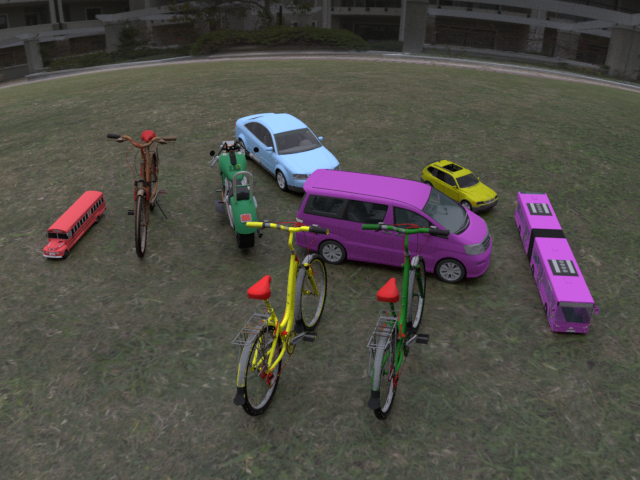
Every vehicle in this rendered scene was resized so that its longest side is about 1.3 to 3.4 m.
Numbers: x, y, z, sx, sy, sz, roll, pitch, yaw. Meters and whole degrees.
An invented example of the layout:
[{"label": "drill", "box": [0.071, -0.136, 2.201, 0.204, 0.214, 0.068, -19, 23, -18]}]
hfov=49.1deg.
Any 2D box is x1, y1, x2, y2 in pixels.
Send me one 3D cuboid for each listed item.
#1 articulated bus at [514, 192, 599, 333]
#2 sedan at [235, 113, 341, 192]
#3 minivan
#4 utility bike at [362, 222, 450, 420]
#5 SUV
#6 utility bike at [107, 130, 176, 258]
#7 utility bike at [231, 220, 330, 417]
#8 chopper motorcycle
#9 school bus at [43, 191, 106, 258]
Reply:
[{"label": "articulated bus", "box": [3.468, 0.213, 10.629, 0.605, 0.561, 3.401, 2, 30, 4]}, {"label": "sedan", "box": [-0.683, -1.882, 13.933, 1.235, 0.940, 3.137, -15, 33, -25]}, {"label": "minivan", "box": [1.157, -0.278, 10.850, 3.011, 1.197, 1.324, 9, 31, 15]}, {"label": "utility bike", "box": [0.890, 0.773, 8.350, 1.039, 1.839, 2.791, 9, 31, 16]}, {"label": "SUV", "box": [2.523, -1.002, 12.748, 0.656, 0.580, 1.572, -19, 35, -30]}, {"label": "utility bike", "box": [-2.780, -1.014, 11.496, 1.039, 1.839, 2.791, -3, 30, -6]}, {"label": "utility bike", "box": [-0.505, 0.748, 8.394, 1.039, 1.839, 2.791, 10, 31, 17]}, {"label": "chopper motorcycle", "box": [-1.442, -1.029, 11.885, 0.906, 1.480, 3.040, -6, 30, -11]}, {"label": "school bus", "box": [-4.063, -0.262, 11.594, 0.365, 0.434, 1.708, 4, 30, 7]}]
